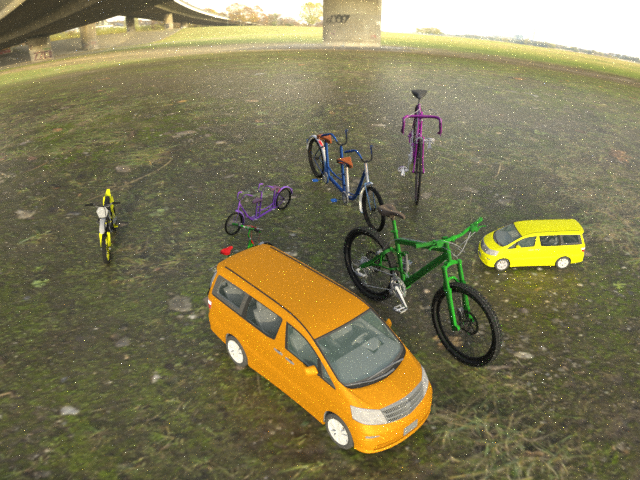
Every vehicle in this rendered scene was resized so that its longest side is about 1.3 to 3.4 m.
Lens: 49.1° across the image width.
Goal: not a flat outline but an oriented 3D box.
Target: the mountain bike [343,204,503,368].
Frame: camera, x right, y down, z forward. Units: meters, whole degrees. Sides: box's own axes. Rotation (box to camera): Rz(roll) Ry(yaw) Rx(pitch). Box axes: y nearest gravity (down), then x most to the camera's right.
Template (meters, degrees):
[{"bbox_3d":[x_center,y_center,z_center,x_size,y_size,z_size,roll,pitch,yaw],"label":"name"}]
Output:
[{"bbox_3d":[1.226,0.424,8.984,1.114,1.688,2.857,-21,36,-32],"label":"mountain bike"}]

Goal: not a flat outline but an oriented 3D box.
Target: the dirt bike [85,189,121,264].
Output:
[{"bbox_3d":[-3.351,-0.279,11.051,0.527,0.857,1.493,-5,30,-8],"label":"dirt bike"}]

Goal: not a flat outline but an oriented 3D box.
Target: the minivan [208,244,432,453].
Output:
[{"bbox_3d":[-0.060,1.159,8.193,1.324,1.197,3.011,-24,38,-36],"label":"minivan"}]

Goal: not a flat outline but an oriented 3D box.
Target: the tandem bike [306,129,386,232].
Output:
[{"bbox_3d":[0.399,-1.283,12.334,0.550,1.326,3.192,-12,32,-20],"label":"tandem bike"}]

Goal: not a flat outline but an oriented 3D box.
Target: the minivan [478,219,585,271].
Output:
[{"bbox_3d":[3.229,0.048,10.721,1.548,0.616,0.681,-2,30,-3],"label":"minivan"}]

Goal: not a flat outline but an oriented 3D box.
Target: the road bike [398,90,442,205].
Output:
[{"bbox_3d":[1.817,-1.864,13.017,0.697,1.656,3.004,3,30,4],"label":"road bike"}]

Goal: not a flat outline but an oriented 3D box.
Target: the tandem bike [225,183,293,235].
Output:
[{"bbox_3d":[-1.015,-0.623,11.827,0.283,0.682,1.642,22,37,34],"label":"tandem bike"}]

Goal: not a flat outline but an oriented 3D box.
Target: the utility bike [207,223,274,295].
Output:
[{"bbox_3d":[-1.148,0.273,9.994,0.535,0.946,1.435,20,36,31],"label":"utility bike"}]
